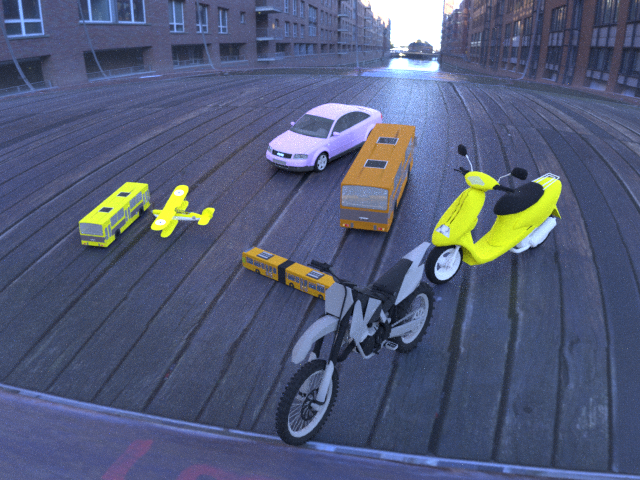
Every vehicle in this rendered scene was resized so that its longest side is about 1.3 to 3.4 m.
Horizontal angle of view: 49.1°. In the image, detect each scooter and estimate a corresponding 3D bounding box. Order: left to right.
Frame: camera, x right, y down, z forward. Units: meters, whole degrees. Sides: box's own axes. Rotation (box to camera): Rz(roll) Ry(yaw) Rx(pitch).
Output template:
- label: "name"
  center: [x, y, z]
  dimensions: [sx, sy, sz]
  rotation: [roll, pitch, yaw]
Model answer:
- label: "scooter"
  center: [2.612, -0.441, 10.197]
  dimensions: [2.721, 1.786, 1.288]
  rotation: [-17, 32, -30]

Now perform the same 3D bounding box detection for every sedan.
- label: "sedan"
  center: [0.137, -2.260, 14.649]
  dimensions: [1.235, 0.940, 3.137]
  rotation: [19, 33, 32]

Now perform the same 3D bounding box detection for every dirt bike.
- label: "dirt bike"
  center: [0.506, 0.963, 7.605]
  dimensions: [1.024, 1.666, 2.903]
  rotation: [20, 33, 33]

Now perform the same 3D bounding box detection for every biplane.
- label: "biplane"
  center: [-2.293, -0.403, 11.522]
  dimensions: [1.090, 0.504, 1.336]
  rotation: [5, 28, 9]

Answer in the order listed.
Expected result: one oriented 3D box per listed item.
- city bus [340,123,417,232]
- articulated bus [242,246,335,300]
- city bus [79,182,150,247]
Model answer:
- label: "city bus"
  center: [1.099, -1.167, 12.578]
  dimensions: [0.926, 0.894, 3.255]
  rotation: [7, 28, 13]
- label: "articulated bus"
  center: [-0.397, 0.489, 10.028]
  dimensions: [1.749, 0.289, 0.311]
  rotation: [19, 33, 33]
- label: "city bus"
  center: [-3.365, -0.425, 11.613]
  dimensions: [0.476, 0.460, 1.674]
  rotation: [6, 28, 11]
